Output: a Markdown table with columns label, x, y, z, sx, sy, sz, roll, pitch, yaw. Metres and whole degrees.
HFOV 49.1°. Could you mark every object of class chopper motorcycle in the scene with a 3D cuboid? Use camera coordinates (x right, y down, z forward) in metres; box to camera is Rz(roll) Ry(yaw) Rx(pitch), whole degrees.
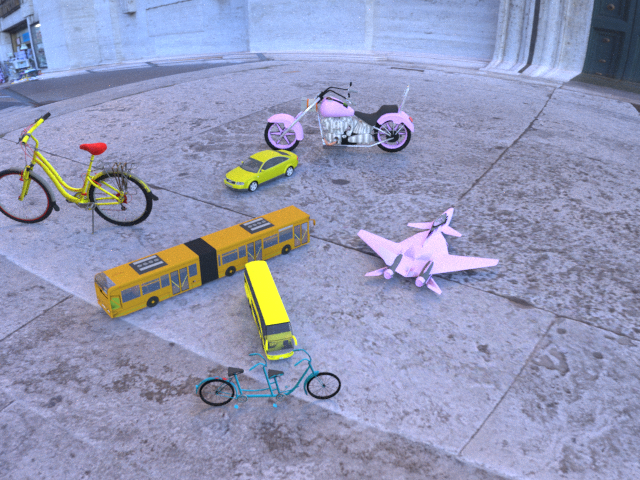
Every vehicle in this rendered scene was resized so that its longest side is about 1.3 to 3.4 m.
| label | x | y | z | sx | sy | sz | roll | pitch | yaw |
| --- | --- | --- | --- | --- | --- | --- | --- | --- | --- |
| chopper motorcycle | 0.382 | -2.463 | 14.130 | 3.040 | 1.480 | 0.906 | 2 | 30 | 4 |

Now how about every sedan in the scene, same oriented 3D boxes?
| label | x | y | z | sx | sy | sz | roll | pitch | yaw |
| --- | --- | --- | --- | --- | --- | --- | --- | --- | --- |
| sedan | -1.102 | -1.366 | 13.208 | 0.635 | 0.483 | 1.613 | 25 | 38 | 36 |

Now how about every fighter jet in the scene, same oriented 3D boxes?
| label | x | y | z | sx | sy | sz | roll | pitch | yaw |
| --- | --- | --- | --- | --- | --- | --- | --- | --- | --- |
| fighter jet | 1.722 | -0.108 | 10.919 | 2.229 | 0.557 | 2.640 | 13 | 32 | 22 |

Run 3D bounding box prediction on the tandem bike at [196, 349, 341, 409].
| label | x | y | z | sx | sy | sz | roll | pitch | yaw |
| --- | --- | --- | --- | --- | --- | --- | --- | --- | --- |
| tandem bike | -0.577 | 1.565 | 7.847 | 1.642 | 0.682 | 0.283 | -2 | 30 | -4 |

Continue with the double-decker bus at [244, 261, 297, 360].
| label | x | y | z | sx | sy | sz | roll | pitch | yaw |
| --- | --- | --- | --- | --- | --- | --- | --- | --- | --- |
| double-decker bus | -0.684 | 0.907 | 9.149 | 0.389 | 0.541 | 1.672 | -8 | 31 | -13 |

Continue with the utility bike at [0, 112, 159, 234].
| label | x | y | z | sx | sy | sz | roll | pitch | yaw |
| --- | --- | --- | --- | --- | --- | --- | --- | --- | --- |
| utility bike | -4.020 | -0.978 | 11.154 | 2.791 | 1.839 | 1.039 | 1 | 30 | 2 |

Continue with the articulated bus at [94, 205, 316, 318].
| label | x | y | z | sx | sy | sz | roll | pitch | yaw |
| --- | --- | --- | --- | --- | --- | --- | --- | --- | --- |
| articulated bus | -1.582 | 0.253 | 10.280 | 3.401 | 0.561 | 0.605 | -22 | 36 | -33 |
